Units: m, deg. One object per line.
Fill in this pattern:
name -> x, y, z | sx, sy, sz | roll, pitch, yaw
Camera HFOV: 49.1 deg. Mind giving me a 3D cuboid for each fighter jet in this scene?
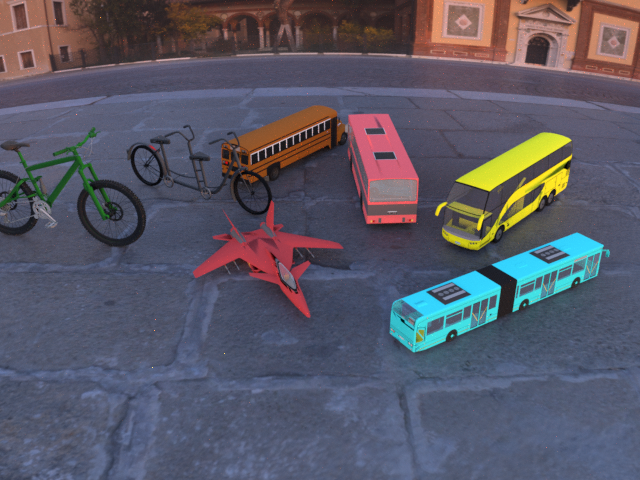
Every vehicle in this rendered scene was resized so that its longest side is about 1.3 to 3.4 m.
fighter jet -> -0.635, 0.252, 9.828 | 2.229, 0.557, 2.640 | -11, 30, -20

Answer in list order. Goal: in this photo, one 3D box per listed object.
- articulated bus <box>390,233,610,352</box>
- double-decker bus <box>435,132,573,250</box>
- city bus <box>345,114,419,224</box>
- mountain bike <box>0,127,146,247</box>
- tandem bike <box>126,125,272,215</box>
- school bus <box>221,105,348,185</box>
articulated bus -> 2.404, 0.622, 9.128 | 3.401, 0.561, 0.605 | -17, 32, -29
double-decker bus -> 3.076, -0.825, 11.327 | 0.756, 1.052, 3.251 | 23, 35, 36
city bus -> 1.039, -1.300, 12.388 | 0.926, 0.894, 3.255 | -2, 28, -3
mountain bike -> -3.987, -0.744, 10.497 | 2.857, 1.688, 1.114 | 6, 29, 11
tandem bike -> -2.139, -1.304, 11.937 | 3.192, 1.326, 0.550 | 16, 32, 27
school bus -> -0.555, -1.925, 13.617 | 0.709, 0.844, 3.322 | 18, 33, 31
